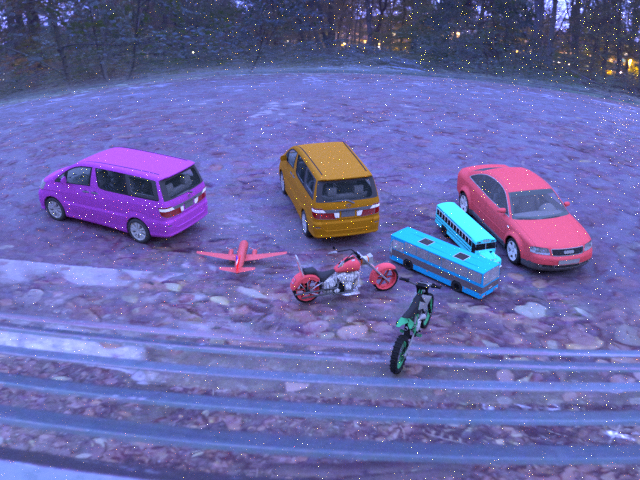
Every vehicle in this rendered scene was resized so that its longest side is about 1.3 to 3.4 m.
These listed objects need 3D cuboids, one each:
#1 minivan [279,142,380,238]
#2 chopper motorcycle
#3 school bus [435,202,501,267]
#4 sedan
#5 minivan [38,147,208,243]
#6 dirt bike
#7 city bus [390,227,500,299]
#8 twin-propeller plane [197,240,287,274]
[{"bbox_3d":[0.078,-1.050,12.080,1.324,1.197,3.011,-6,28,-13],"label":"minivan"},{"bbox_3d":[0.348,0.443,9.617,1.563,0.761,0.466,-9,28,-17],"label":"chopper motorcycle"},{"bbox_3d":[2.319,-0.069,10.988,0.365,0.434,1.708,-7,28,-14],"label":"school bus"},{"bbox_3d":[3.243,-0.536,11.351,1.235,0.940,3.137,-6,27,-11],"label":"sedan"},{"bbox_3d":[-3.384,-0.882,11.749,3.011,1.197,1.324,13,30,25],"label":"minivan"},{"bbox_3d":[1.141,0.950,8.511,0.527,0.857,1.493,12,29,22],"label":"dirt bike"},{"bbox_3d":[1.775,0.329,10.175,0.476,0.460,1.674,-24,35,-38],"label":"city bus"},{"bbox_3d":[-1.184,0.204,10.480,1.370,0.407,1.095,0,27,1],"label":"twin-propeller plane"}]
